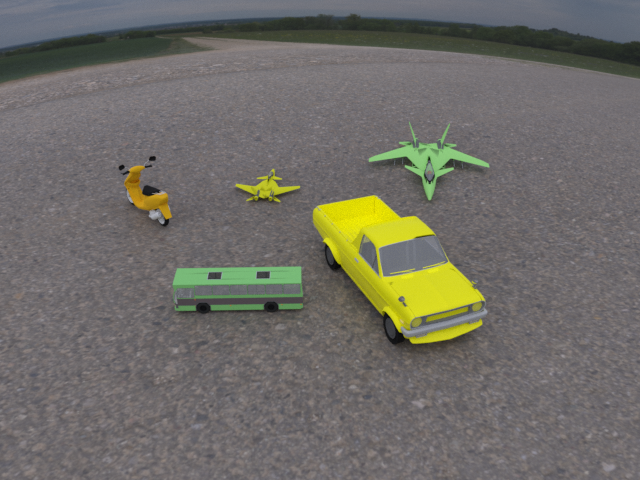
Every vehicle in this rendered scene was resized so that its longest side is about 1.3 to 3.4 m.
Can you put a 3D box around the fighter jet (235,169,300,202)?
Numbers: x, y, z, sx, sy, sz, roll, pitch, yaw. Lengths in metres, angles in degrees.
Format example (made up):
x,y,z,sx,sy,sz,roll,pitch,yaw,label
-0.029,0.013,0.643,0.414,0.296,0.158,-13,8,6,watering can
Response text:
x,y,z,sx,sy,sz,roll,pitch,yaw,label
-0.915,-1.068,12.436,1.147,0.286,1.358,2,30,4,fighter jet

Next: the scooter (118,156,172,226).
x,y,z,sx,sy,sz,roll,pitch,yaw,label
-2.827,-0.812,11.343,0.662,0.919,1.399,-23,37,-35,scooter

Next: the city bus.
x,y,z,sx,sy,sz,roll,pitch,yaw,label
-1.061,0.658,9.213,1.674,0.460,0.476,-1,30,-1,city bus

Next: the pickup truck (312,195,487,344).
x,y,z,sx,sy,sz,roll,pitch,yaw,label
0.960,0.203,9.476,1.244,0.993,3.117,-12,32,-19,pickup truck

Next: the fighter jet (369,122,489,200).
x,y,z,sx,sy,sz,roll,pitch,yaw,label
2.008,-1.467,12.866,2.229,0.557,2.640,3,30,6,fighter jet
